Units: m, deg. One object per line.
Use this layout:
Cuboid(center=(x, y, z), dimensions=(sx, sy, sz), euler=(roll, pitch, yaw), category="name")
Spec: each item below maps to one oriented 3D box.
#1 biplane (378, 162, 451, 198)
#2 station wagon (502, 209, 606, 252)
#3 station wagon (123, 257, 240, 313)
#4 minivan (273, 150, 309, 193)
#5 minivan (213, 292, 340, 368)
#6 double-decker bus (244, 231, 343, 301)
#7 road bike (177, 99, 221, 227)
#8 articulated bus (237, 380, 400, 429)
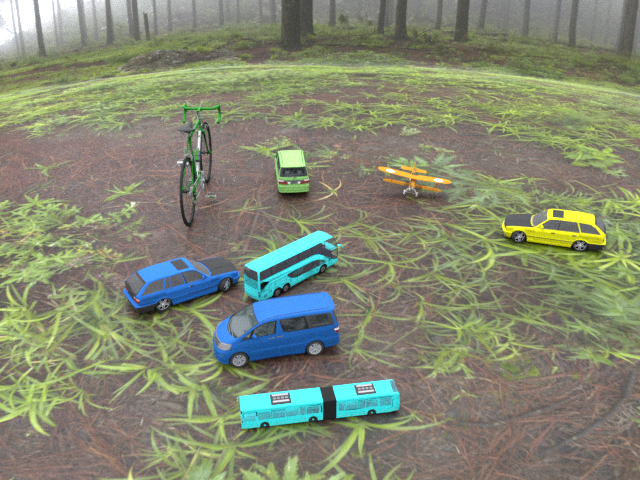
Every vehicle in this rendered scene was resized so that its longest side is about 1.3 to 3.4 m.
Cuboid(center=(1.748, -1.130, 12.975), dimensions=(1.336, 0.504, 1.090), euler=(4, 28, 7), category="biplane")
Cuboid(center=(3.759, -0.218, 11.257), dimensions=(1.597, 0.473, 0.682), euler=(8, 29, 16), category="station wagon")
Cuboid(center=(-1.914, 0.535, 9.809), dimensions=(1.597, 0.473, 0.682), euler=(-17, 32, -29), category="station wagon")
Cuboid(center=(-0.549, -1.386, 13.348), dimensions=(0.681, 0.616, 1.548), euler=(-3, 28, -5), category="minivan")
Cuboid(center=(-0.549, 1.075, 8.615), dimensions=(1.548, 0.616, 0.681), euler=(-7, 28, -13), category="minivan")
Cuboid(center=(-0.373, 0.345, 10.101), dimensions=(0.389, 0.541, 1.672), euler=(24, 36, 38), category="double-decker bus")
Cuboid(center=(-2.180, -1.450, 12.343), dimensions=(0.697, 1.656, 3.004), euler=(0, 27, 1), category="road bike")
Cuboid(center=(-0.013, 1.781, 7.612), dimensions=(1.749, 0.289, 0.311), euler=(-4, 28, -9), category="articulated bus")
